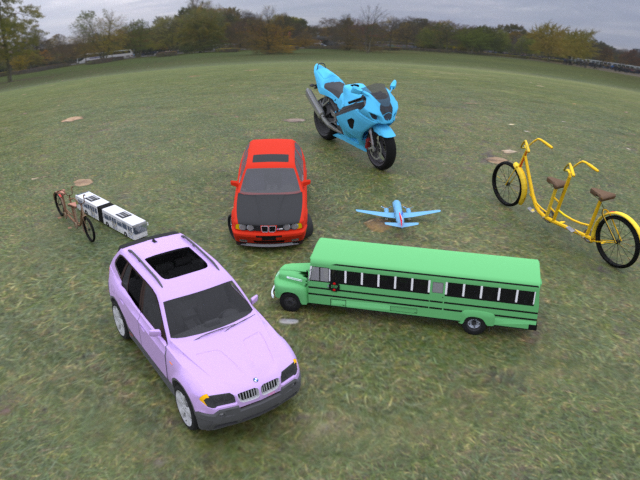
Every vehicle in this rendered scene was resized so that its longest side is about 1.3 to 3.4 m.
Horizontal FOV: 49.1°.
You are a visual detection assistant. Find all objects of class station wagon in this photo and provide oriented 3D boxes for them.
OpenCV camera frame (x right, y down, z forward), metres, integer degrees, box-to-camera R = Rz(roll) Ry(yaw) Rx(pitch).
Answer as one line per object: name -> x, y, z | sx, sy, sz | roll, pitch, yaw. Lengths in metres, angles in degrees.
station wagon -> -0.801, -0.901, 11.534 | 1.327, 0.920, 3.105 | -1, 27, -2

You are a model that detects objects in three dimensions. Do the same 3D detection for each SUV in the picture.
SUV -> -1.415, 0.865, 7.857 | 1.276, 1.128, 3.058 | -17, 32, -30

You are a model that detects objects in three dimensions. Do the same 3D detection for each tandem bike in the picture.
tandem bike -> -3.898, -0.501, 11.016 | 0.283, 0.682, 1.642 | -20, 33, -34
tandem bike -> 3.685, -0.683, 10.664 | 0.550, 1.326, 3.192 | -13, 30, -23

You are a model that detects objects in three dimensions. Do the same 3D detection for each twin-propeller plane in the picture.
twin-propeller plane -> 1.266, -0.461, 11.238 | 1.370, 0.407, 1.095 | 0, 27, 1

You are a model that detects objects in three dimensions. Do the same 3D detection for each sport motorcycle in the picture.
sport motorcycle -> 0.646, -2.501, 13.918 | 0.983, 1.596, 2.955 | -14, 30, -25

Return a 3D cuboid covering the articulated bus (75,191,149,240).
articulated bus -> -3.373, -0.406, 11.262 | 1.749, 0.289, 0.311 | 23, 35, 38

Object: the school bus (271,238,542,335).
school bus -> 1.025, 0.541, 8.801 | 3.322, 0.844, 0.709 | 6, 28, 11
